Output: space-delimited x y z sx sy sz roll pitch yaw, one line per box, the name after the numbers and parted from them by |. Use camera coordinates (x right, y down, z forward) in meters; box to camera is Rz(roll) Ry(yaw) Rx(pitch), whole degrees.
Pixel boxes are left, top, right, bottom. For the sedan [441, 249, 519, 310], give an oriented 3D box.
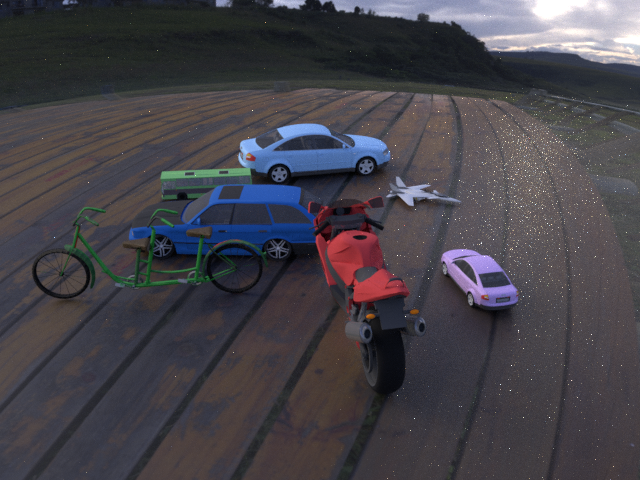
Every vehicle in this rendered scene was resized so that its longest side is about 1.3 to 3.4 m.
2.223 0.468 9.883 0.635 0.483 1.613 -6 26 -12 | sedan

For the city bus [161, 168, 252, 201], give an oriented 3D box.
-2.114 -1.037 13.114 1.674 0.460 0.476 -3 25 -7 | city bus

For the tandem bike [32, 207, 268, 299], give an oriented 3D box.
-2.314 0.184 9.496 3.192 1.326 0.550 -2 25 -4 | tandem bike

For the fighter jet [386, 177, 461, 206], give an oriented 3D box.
1.968 -0.888 13.000 1.358 0.286 1.147 11 27 22 | fighter jet

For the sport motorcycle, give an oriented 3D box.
0.483 0.526 8.449 0.983 1.596 2.955 -5 26 -11 | sport motorcycle

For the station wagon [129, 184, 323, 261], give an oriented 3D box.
-1.450 -0.343 11.094 3.105 0.920 1.327 1 25 1 | station wagon

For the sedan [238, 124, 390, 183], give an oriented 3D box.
-0.093 -1.855 14.290 3.137 0.940 1.235 -6 26 -13 | sedan
